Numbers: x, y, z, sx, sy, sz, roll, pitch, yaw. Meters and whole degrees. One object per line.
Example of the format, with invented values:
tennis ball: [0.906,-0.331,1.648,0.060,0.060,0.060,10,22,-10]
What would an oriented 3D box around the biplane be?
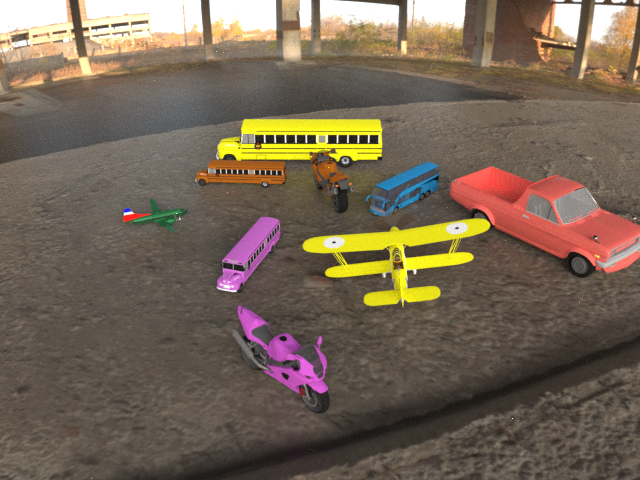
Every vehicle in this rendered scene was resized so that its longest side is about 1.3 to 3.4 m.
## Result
biplane: [1.038,0.330,9.689,2.598,0.981,2.120,1,29,2]

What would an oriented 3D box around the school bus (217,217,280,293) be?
school bus: [-1.056,0.208,10.486,0.365,0.434,1.708,9,30,16]

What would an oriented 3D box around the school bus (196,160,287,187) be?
school bus: [-1.496,-1.261,13.191,1.708,0.434,0.365,2,29,3]

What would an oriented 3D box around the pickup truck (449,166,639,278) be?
pickup truck: [3.551,-0.479,11.165,1.244,0.993,3.117,-21,35,-33]

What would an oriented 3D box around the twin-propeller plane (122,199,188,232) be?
twin-propeller plane: [-2.742,-0.435,11.699,1.095,0.407,1.370,-13,31,-23]

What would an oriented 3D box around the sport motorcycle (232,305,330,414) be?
sport motorcycle: [-0.434,1.353,7.973,0.506,0.821,1.520,-24,37,-37]

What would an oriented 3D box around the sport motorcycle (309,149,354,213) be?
sport motorcycle: [0.178,-1.077,12.447,0.506,0.821,1.520,-10,30,-17]

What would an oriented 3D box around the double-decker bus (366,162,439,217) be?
double-decker bus: [1.499,-0.893,12.401,0.389,0.541,1.672,25,37,38]

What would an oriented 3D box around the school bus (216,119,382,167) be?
school bus: [-0.421,-1.968,14.062,3.322,0.844,0.709,0,29,0]
